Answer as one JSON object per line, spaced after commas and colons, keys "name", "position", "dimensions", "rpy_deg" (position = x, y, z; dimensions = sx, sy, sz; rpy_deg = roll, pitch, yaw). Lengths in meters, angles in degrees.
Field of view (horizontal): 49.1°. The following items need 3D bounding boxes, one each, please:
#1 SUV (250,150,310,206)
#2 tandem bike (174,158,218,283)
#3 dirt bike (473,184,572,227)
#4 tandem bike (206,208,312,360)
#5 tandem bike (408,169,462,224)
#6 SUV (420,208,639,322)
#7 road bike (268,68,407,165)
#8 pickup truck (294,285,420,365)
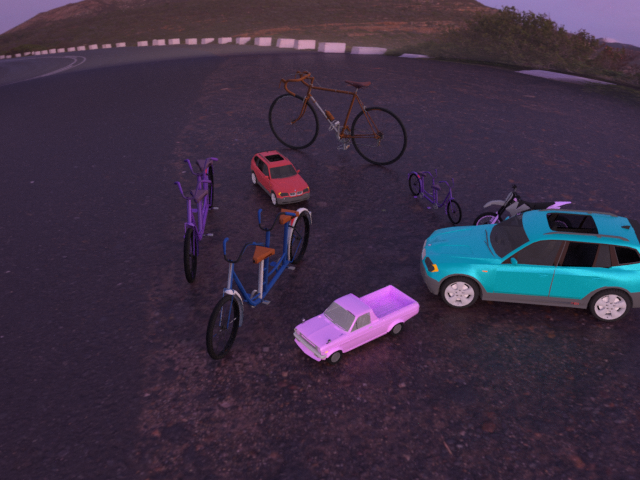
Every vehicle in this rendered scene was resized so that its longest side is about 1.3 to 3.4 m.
{"name": "SUV", "position": [-0.729, -1.128, 12.364], "dimensions": [0.656, 0.580, 1.572], "rpy_deg": [-13, 31, -22]}
{"name": "tandem bike", "position": [-1.825, -0.600, 10.618], "dimensions": [0.550, 1.326, 3.192], "rpy_deg": [-1, 29, -2]}
{"name": "dirt bike", "position": [3.106, -0.352, 10.653], "dimensions": [1.493, 0.857, 0.527], "rpy_deg": [3, 29, 5]}
{"name": "tandem bike", "position": [-0.705, 0.246, 9.069], "dimensions": [0.550, 1.326, 3.192], "rpy_deg": [10, 30, 18]}
{"name": "tandem bike", "position": [1.910, -0.841, 11.732], "dimensions": [0.283, 0.682, 1.642], "rpy_deg": [-12, 31, -21]}
{"name": "SUV", "position": [2.887, 0.218, 9.327], "dimensions": [3.058, 1.128, 1.276], "rpy_deg": [4, 29, 8]}
{"name": "road bike", "position": [0.291, -2.384, 13.542], "dimensions": [3.004, 1.656, 0.696], "rpy_deg": [14, 32, 24]}
{"name": "pickup truck", "position": [0.465, 0.963, 8.605], "dimensions": [1.603, 0.511, 0.640], "rpy_deg": [-19, 34, -31]}
